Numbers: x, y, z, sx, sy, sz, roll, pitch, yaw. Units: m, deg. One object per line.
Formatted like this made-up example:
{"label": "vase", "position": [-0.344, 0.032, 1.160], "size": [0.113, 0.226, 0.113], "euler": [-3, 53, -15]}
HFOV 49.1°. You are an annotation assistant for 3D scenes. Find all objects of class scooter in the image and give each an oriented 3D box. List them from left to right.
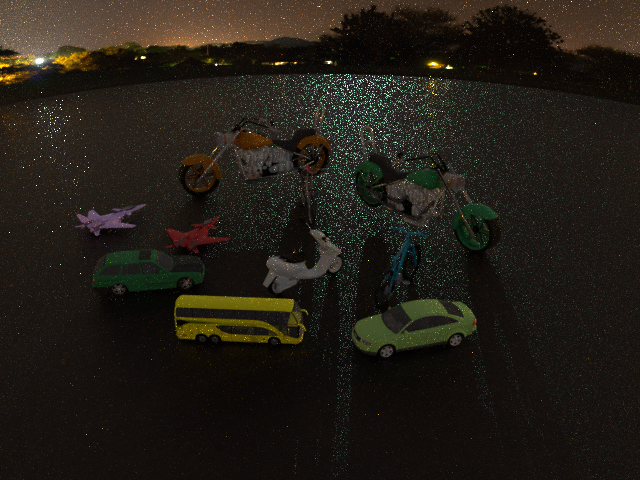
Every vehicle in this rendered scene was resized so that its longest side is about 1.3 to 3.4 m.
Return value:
{"label": "scooter", "position": [-0.215, 0.239, 10.063], "size": [1.399, 0.919, 0.662], "euler": [-19, 32, -33]}

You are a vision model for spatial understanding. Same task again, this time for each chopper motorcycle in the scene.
{"label": "chopper motorcycle", "position": [-1.212, -1.733, 13.407], "size": [3.040, 1.480, 0.906], "euler": [-10, 28, -20]}
{"label": "chopper motorcycle", "position": [1.710, -0.880, 11.687], "size": [0.906, 1.480, 3.040], "euler": [-22, 34, -37]}

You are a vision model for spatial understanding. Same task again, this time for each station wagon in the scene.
{"label": "station wagon", "position": [-2.485, 0.421, 10.196], "size": [1.597, 0.473, 0.682], "euler": [-4, 27, -8]}

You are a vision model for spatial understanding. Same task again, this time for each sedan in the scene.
{"label": "sedan", "position": [1.194, 1.065, 8.887], "size": [1.613, 0.483, 0.635], "euler": [-7, 27, -14]}

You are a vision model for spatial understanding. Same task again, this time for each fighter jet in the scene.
{"label": "fighter jet", "position": [-3.555, -0.477, 12.217], "size": [1.147, 0.286, 1.358], "euler": [17, 31, 31]}
{"label": "fighter jet", "position": [-1.989, -0.203, 11.665], "size": [1.147, 0.286, 1.358], "euler": [9, 28, 17]}

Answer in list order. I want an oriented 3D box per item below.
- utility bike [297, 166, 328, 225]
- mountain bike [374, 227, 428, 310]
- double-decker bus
{"label": "utility bike", "position": [-0.163, -0.901, 12.330], "size": [0.535, 0.946, 1.435], "euler": [-5, 27, -9]}
{"label": "mountain bike", "position": [1.120, 0.367, 9.861], "size": [0.573, 0.868, 1.469], "euler": [15, 30, 27]}
{"label": "double-decker bus", "position": [-0.999, 1.020, 8.913], "size": [1.672, 0.541, 0.389], "euler": [2, 26, 4]}
